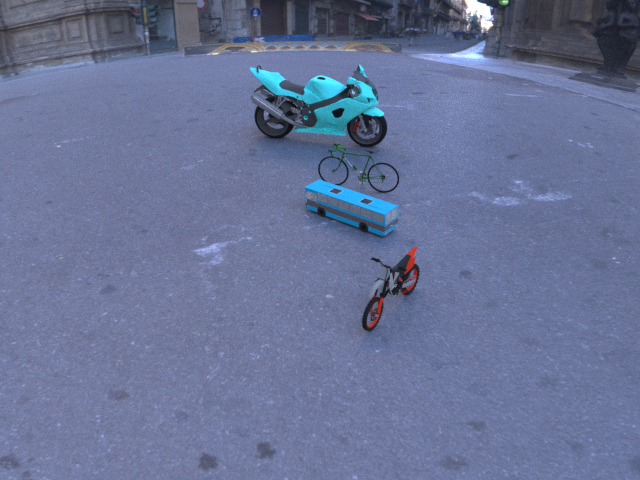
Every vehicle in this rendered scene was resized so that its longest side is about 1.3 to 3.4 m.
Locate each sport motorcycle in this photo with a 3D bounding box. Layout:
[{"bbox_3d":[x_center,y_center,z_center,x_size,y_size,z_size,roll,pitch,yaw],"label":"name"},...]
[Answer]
[{"bbox_3d":[-0.035,-2.810,14.662,2.955,1.596,0.983,7,31,13],"label":"sport motorcycle"}]

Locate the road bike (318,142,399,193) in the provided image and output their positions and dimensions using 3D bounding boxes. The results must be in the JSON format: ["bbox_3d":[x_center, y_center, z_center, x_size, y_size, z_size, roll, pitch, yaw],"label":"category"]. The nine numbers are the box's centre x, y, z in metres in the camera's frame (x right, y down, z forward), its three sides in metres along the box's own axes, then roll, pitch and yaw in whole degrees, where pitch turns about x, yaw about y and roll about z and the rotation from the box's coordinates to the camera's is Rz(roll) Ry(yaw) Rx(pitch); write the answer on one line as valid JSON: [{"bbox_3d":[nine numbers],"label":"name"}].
[{"bbox_3d":[0.699,-1.318,12.818,1.545,0.852,0.358,9,31,16],"label":"road bike"}]

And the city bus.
[{"bbox_3d":[0.512,-0.539,11.859,1.674,0.460,0.476,21,36,32],"label":"city bus"}]

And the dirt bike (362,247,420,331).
[{"bbox_3d":[0.993,0.602,9.480,0.527,0.857,1.493,19,35,30],"label":"dirt bike"}]
